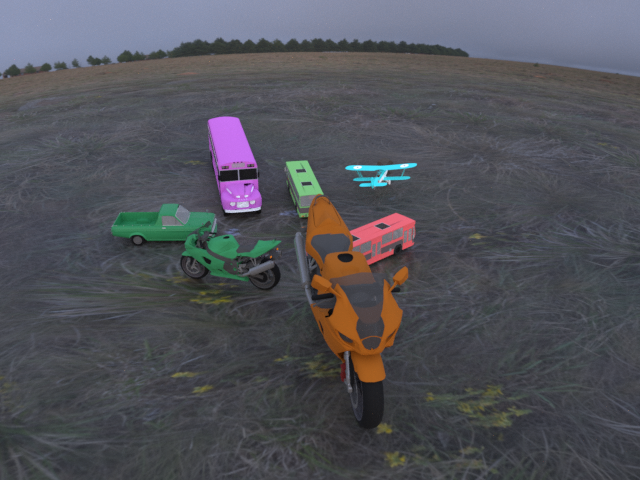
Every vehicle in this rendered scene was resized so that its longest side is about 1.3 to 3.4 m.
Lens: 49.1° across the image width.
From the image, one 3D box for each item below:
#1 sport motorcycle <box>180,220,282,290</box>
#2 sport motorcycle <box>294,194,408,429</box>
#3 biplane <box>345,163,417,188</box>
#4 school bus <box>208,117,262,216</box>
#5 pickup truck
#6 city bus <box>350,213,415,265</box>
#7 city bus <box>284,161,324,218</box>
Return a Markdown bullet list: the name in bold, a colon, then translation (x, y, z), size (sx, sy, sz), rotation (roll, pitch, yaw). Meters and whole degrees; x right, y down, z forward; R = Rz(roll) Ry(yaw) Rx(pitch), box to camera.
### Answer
- **sport motorcycle**: translation (-1.241, 0.242, 9.635), size (1.520, 0.821, 0.506), rotation (7, 27, 15)
- **sport motorcycle**: translation (0.262, 0.688, 7.862), size (0.983, 1.596, 2.955), rotation (-5, 27, -9)
- **biplane**: translation (1.064, -1.158, 12.819), size (1.336, 0.504, 1.090), rotation (8, 28, 16)
- **school bus**: translation (-1.619, -1.422, 12.970), size (0.709, 0.844, 3.322), rotation (-5, 27, -11)
- **pickup truck**: translation (-2.437, -0.269, 11.016), size (1.603, 0.511, 0.640), rotation (0, 26, -1)
- **city bus**: translation (0.698, 0.089, 10.351), size (1.674, 0.460, 0.476), rotation (-21, 33, -36)
- **city bus**: translation (-0.285, -0.897, 12.342), size (0.476, 0.460, 1.674), rotation (-5, 27, -9)
